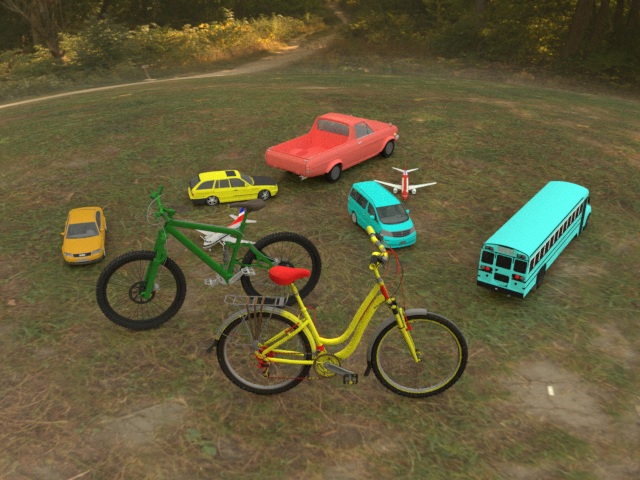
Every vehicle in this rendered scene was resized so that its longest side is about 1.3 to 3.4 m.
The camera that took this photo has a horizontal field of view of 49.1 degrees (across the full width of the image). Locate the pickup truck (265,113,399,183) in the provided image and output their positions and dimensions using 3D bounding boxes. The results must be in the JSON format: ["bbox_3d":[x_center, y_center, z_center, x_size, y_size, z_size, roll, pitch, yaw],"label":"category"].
[{"bbox_3d":[0.312,-1.960,14.037,1.244,0.993,3.117,19,32,34],"label":"pickup truck"}]

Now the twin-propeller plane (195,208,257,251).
[{"bbox_3d":[-1.494,-0.158,11.017,1.370,0.407,1.095,15,30,27],"label":"twin-propeller plane"}]

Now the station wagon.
[{"bbox_3d":[-1.565,-0.987,12.638,1.597,0.473,0.682,-7,27,-13],"label":"station wagon"}]

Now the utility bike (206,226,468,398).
[{"bbox_3d":[0.178,0.816,7.394,2.791,1.839,1.039,1,26,2],"label":"utility bike"}]

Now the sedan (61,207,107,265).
[{"bbox_3d":[-3.663,-0.132,10.877,0.635,0.483,1.613,-6,27,-13],"label":"sedan"}]

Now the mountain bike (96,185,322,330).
[{"bbox_3d":[-1.352,0.240,8.746,2.857,1.688,1.114,-8,27,-15],"label":"mountain bike"}]

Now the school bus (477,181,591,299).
[{"bbox_3d":[3.329,-0.133,10.469,0.709,0.844,3.322,17,31,30],"label":"school bus"}]

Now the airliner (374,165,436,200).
[{"bbox_3d":[1.578,-1.116,12.950,1.161,0.429,1.307,3,26,6],"label":"airliner"}]

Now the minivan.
[{"bbox_3d":[0.990,-0.419,11.313,0.681,0.616,1.548,-10,28,-19],"label":"minivan"}]
